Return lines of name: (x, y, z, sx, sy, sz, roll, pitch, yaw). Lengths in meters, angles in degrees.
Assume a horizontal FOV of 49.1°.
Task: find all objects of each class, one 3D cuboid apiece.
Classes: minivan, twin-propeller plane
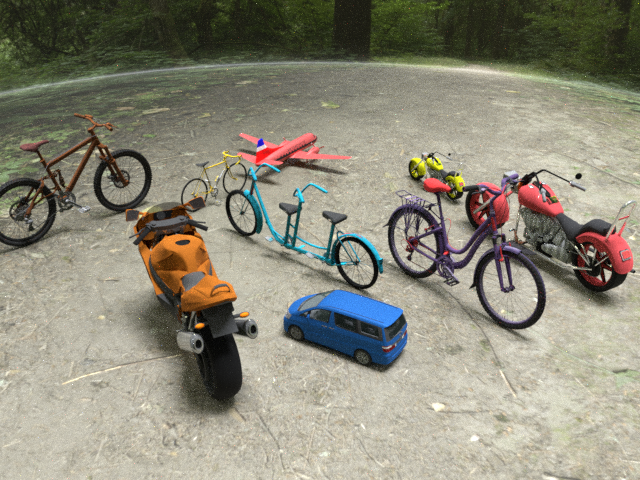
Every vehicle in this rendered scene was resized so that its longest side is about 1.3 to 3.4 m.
minivan: (0.281, 0.981, 8.504, 1.548, 0.616, 0.681, 16, 31, 28)
twin-propeller plane: (-0.637, -1.866, 13.818, 2.663, 0.792, 2.129, 16, 31, 28)

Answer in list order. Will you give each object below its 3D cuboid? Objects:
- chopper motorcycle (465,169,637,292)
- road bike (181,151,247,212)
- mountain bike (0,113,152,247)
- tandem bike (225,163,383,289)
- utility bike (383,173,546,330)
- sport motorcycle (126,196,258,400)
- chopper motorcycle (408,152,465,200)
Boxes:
chopper motorcycle: (3.245, -0.379, 10.194, 0.906, 1.480, 3.040, -15, 31, -26)
road bike: (-1.826, -1.043, 12.160, 0.358, 0.852, 1.545, 21, 34, 35)
mountain bike: (-3.931, -0.976, 11.121, 1.114, 1.688, 2.857, 24, 36, 38)
tandem bike: (-0.342, -0.282, 10.173, 3.192, 1.326, 0.550, 23, 35, 37)
utility bike: (1.897, -0.078, 9.221, 1.039, 1.839, 2.791, -20, 34, -34)
sport motorcycle: (-1.541, 0.575, 8.221, 0.983, 1.596, 2.955, -13, 30, -23)
chopper motorcycle: (2.105, -1.267, 12.693, 0.466, 0.761, 1.563, -14, 30, -24)
